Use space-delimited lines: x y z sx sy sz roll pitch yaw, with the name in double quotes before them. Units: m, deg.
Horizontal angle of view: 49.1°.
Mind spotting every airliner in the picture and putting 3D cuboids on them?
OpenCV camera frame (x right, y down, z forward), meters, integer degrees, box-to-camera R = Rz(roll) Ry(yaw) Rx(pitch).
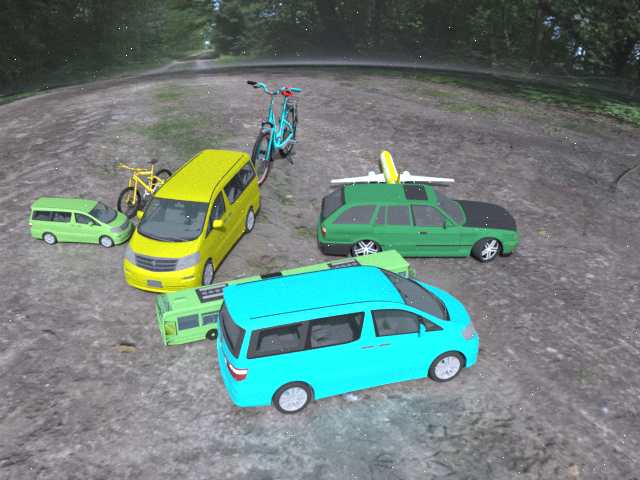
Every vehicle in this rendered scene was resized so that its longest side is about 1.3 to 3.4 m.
"airliner" 1.329 -1.383 13.025 2.257 0.835 2.541 -1 27 -1

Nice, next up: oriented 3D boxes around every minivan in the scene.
"minivan" 0.354 0.999 7.998 3.011 1.197 1.324 -8 28 -15
"minivan" -3.806 -0.303 11.166 1.548 0.616 0.681 3 27 6
"minivan" -1.875 -0.353 10.627 1.324 1.197 3.011 7 28 12

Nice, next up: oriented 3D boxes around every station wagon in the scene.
"station wagon" 1.521 -0.330 10.884 3.105 0.920 1.327 0 27 0

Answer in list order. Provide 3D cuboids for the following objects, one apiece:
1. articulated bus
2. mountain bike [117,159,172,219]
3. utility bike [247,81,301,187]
"articulated bus" -0.399 0.728 9.220 3.401 0.561 0.605 -10 29 -19
"mountain bike" -3.030 -0.955 12.157 0.573 0.868 1.469 13 30 23
"utility bike" -0.760 -2.225 13.566 1.039 1.839 2.791 7 28 13
